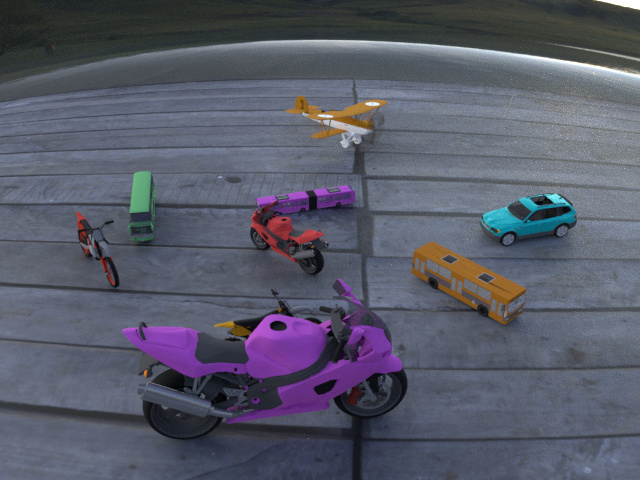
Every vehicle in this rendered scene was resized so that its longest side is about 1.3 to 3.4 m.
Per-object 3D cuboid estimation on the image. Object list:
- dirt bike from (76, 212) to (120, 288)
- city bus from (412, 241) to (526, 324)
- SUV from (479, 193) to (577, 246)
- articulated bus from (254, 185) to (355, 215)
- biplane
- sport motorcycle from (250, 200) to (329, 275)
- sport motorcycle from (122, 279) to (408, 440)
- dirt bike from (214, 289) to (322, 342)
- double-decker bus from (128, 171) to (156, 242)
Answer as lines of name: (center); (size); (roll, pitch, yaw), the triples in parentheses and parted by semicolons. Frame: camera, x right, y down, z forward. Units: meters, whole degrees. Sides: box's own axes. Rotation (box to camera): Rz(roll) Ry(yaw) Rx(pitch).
dirt bike: (-3.298, 0.085, 10.322); (0.527, 0.857, 1.493); (-21, 37, -30)
city bus: (2.058, 0.595, 9.862); (0.476, 0.460, 1.674); (-25, 39, -35)
SUV: (3.382, -0.372, 11.344); (1.572, 0.580, 0.656); (-8, 32, -14)
articulated bus: (-0.252, -0.678, 12.132); (1.749, 0.289, 0.311); (-9, 32, -15)
biplane: (0.343, -2.511, 14.493); (2.120, 0.981, 2.598); (21, 37, 30)
sport motorcycle: (-0.515, -0.030, 10.546); (1.520, 0.821, 0.506); (24, 39, 34)
sport motorcycle: (-0.489, 1.388, 7.452); (2.955, 1.596, 0.983); (-4, 31, -7)
dirt bike: (-0.642, 1.118, 8.613); (1.493, 0.857, 0.527); (-12, 33, -19)
double-decker bus: (-2.960, -0.562, 11.696); (0.389, 0.541, 1.672); (-5, 32, -9)
